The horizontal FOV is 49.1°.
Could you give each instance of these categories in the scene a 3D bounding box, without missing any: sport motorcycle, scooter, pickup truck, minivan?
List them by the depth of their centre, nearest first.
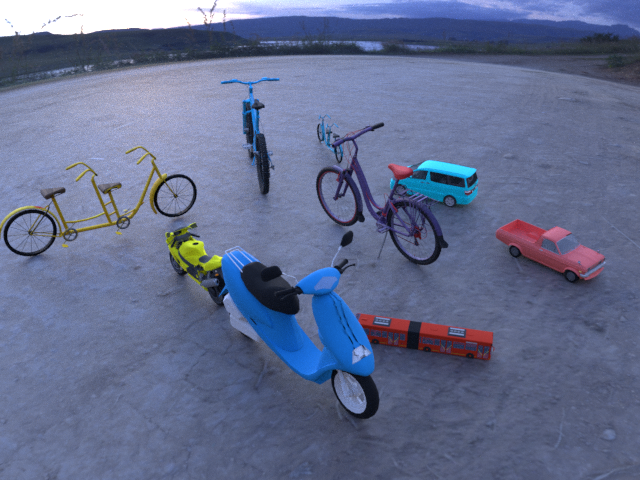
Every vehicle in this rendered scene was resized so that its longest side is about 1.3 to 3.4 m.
[{"bbox_3d":[-0.316,0.762,7.948,1.288,1.786,2.721,-24,37,-36],"label":"scooter"},{"bbox_3d":[-1.690,0.329,9.740,0.506,0.821,1.520,-23,36,-35],"label":"sport motorcycle"},{"bbox_3d":[3.442,0.085,10.506,0.640,0.511,1.603,-23,36,-35],"label":"pickup truck"},{"bbox_3d":[2.022,-1.067,12.494,1.548,0.616,0.681,15,32,26],"label":"minivan"}]

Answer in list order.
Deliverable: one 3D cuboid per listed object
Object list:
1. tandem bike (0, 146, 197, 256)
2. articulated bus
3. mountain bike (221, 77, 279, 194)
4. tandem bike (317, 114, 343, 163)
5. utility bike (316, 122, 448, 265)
[{"bbox_3d":[-3.427,-0.652,11.001,3.192,1.326,0.550,-18,33,-29],"label":"tandem bike"},{"bbox_3d":[1.271,1.197,8.712,1.749,0.289,0.311,7,30,12],"label":"articulated bus"},{"bbox_3d":[-1.211,-2.046,13.163,1.114,1.688,2.857,-6,29,-10],"label":"mountain bike"},{"bbox_3d":[0.194,-2.123,14.349,0.283,0.682,1.642,-9,30,-15],"label":"tandem bike"},{"bbox_3d":[0.793,-0.700,10.556,1.039,1.839,2.791,-23,36,-36],"label":"utility bike"}]
